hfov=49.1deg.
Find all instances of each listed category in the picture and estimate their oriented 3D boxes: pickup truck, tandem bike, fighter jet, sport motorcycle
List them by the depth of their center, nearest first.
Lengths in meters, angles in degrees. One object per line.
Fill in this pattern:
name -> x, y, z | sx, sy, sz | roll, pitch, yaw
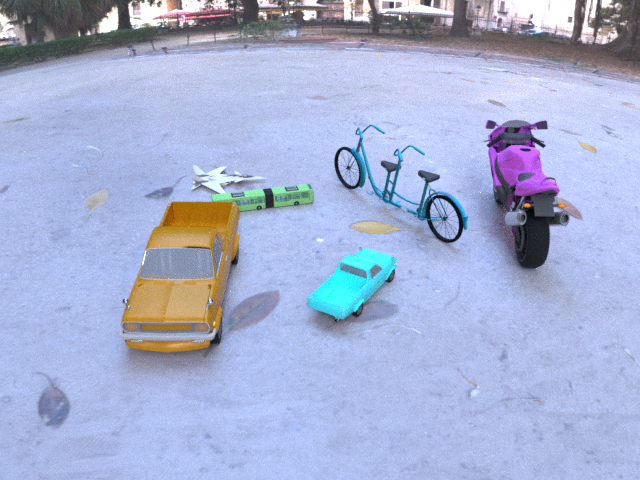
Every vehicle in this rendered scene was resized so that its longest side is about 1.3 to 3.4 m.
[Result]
pickup truck -> -1.805, 0.280, 9.511 | 1.244, 0.993, 3.117 | 0, 30, 0
pickup truck -> 0.471, 0.539, 9.545 | 0.640, 0.511, 1.603 | 17, 34, 27
sport motorcycle -> 3.096, -0.823, 10.811 | 0.983, 1.596, 2.955 | 1, 30, 1
tandem bike -> 1.225, -1.019, 11.418 | 0.550, 1.326, 3.192 | -21, 36, -31
fighter jet -> -1.647, -1.168, 12.711 | 1.358, 0.286, 1.147 | -3, 30, -5

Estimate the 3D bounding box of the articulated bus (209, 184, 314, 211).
articulated bus -> -0.978, -0.700, 11.903 | 1.749, 0.289, 0.311 | -7, 31, -13
